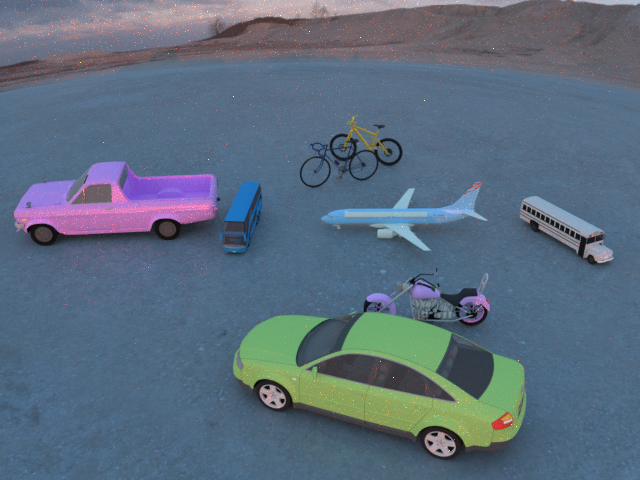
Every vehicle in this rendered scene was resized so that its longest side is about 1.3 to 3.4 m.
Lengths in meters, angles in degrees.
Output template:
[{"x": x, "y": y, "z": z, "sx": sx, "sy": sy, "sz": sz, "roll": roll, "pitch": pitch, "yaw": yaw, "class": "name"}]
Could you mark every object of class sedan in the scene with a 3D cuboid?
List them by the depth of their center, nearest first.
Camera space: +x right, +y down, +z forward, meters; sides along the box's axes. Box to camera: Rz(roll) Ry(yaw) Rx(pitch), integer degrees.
[{"x": 0.563, "y": 1.322, "z": 7.363, "sx": 3.137, "sy": 0.940, "sz": 1.235, "roll": 11, "pitch": 29, "yaw": 20, "class": "sedan"}]

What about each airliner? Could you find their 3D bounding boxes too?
[{"x": 1.286, "y": -0.535, "z": 11.042, "sx": 2.541, "sy": 0.835, "sz": 2.257, "roll": 0, "pitch": 28, "yaw": 1, "class": "airliner"}]

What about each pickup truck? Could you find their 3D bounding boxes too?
[{"x": -3.177, "y": -0.663, "z": 11.116, "sx": 3.117, "sy": 0.993, "sz": 1.244, "roll": -3, "pitch": 28, "yaw": -5, "class": "pickup truck"}]

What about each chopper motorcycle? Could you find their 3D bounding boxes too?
[{"x": 1.329, "y": 0.723, "z": 8.705, "sx": 1.563, "sy": 0.761, "sz": 0.466, "roll": 2, "pitch": 28, "yaw": 4, "class": "chopper motorcycle"}]

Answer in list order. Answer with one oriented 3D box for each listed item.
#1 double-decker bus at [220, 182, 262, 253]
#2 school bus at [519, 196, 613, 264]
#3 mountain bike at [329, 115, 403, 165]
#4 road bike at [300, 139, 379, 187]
[{"x": -1.211, "y": -0.362, "z": 11.029, "sx": 0.389, "sy": 0.541, "sz": 1.672, "roll": 2, "pitch": 28, "yaw": 4, "class": "double-decker bus"}, {"x": 3.782, "y": -0.166, "z": 10.766, "sx": 0.365, "sy": 0.434, "sz": 1.708, "roll": -13, "pitch": 30, "yaw": -23, "class": "school bus"}, {"x": 0.894, "y": -1.910, "z": 13.647, "sx": 1.469, "sy": 0.868, "sz": 0.573, "roll": 8, "pitch": 29, "yaw": 15, "class": "mountain bike"}, {"x": 0.362, "y": -1.418, "z": 12.720, "sx": 1.545, "sy": 0.852, "sz": 0.358, "roll": -10, "pitch": 29, "yaw": -18, "class": "road bike"}]
